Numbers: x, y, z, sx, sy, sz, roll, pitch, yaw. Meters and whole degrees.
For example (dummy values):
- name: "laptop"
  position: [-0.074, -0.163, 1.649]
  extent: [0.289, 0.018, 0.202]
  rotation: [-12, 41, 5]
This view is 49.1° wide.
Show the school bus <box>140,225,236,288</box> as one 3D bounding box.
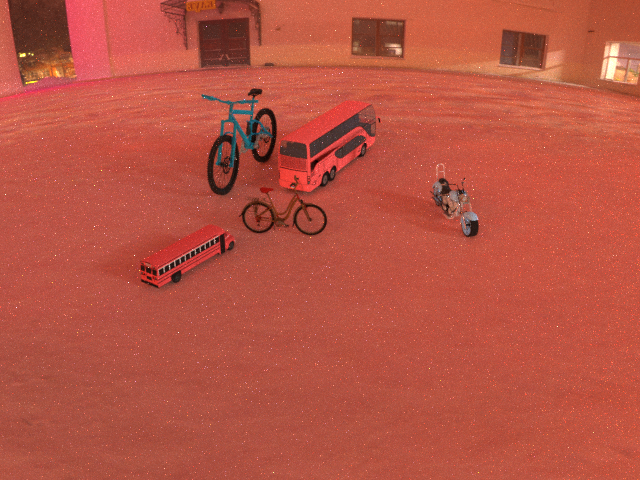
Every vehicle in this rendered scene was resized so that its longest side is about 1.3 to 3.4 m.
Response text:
- name: "school bus"
  position: [-1.897, 0.188, 10.310]
  extent: [0.365, 0.434, 1.708]
  rotation: [17, 32, 30]

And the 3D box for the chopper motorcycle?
- name: "chopper motorcycle"
  position: [2.248, -0.671, 11.635]
  extent: [0.466, 0.761, 1.563]
  rotation: [-7, 28, -13]

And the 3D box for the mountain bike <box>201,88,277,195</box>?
- name: "mountain bike"
  position: [-1.433, -1.994, 13.210]
  extent: [1.114, 1.688, 2.857]
  rotation: [9, 28, 18]

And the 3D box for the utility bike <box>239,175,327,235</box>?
- name: "utility bike"
  position: [-0.593, -0.549, 11.193]
  extent: [1.435, 0.946, 0.535]
  rotation: [3, 27, 5]

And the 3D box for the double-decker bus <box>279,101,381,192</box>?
- name: "double-decker bus"
  position: [0.238, -1.924, 13.773]
  extent: [0.756, 1.052, 3.251]
  rotation: [13, 30, 24]
